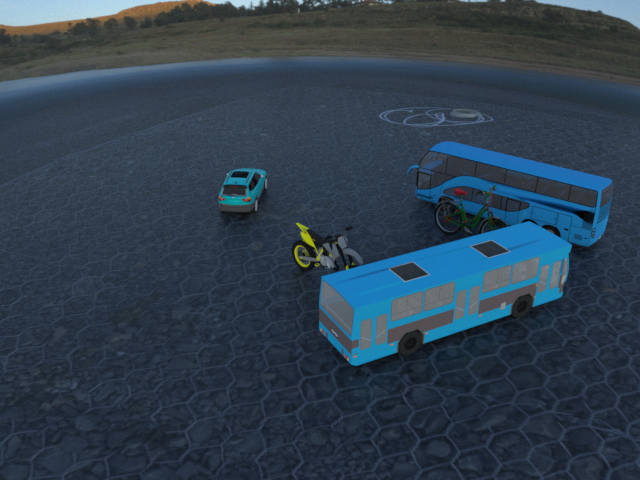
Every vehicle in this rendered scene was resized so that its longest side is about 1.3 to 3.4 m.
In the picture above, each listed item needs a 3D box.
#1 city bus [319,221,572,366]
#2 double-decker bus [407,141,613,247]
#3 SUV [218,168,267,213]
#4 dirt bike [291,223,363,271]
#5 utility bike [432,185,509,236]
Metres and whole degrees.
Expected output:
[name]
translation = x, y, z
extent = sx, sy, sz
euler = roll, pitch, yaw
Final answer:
[city bus]
translation = 1.606, 0.634, 8.736
extent = 3.255, 0.894, 0.926
euler = -14, 30, -24
[double-decker bus]
translation = 2.998, -0.815, 11.367
extent = 3.251, 1.052, 0.756
euler = 20, 33, 33
[SUV]
translation = -1.331, -0.950, 12.143
extent = 0.656, 0.580, 1.572
euler = 3, 27, 5
[dirt bike]
translation = 0.128, 0.217, 9.583
extent = 0.527, 0.857, 1.493
euler = -24, 36, -38
[utility bike]
translation = 2.345, -0.419, 10.716
extent = 1.435, 0.946, 0.535
euler = 24, 36, 38
